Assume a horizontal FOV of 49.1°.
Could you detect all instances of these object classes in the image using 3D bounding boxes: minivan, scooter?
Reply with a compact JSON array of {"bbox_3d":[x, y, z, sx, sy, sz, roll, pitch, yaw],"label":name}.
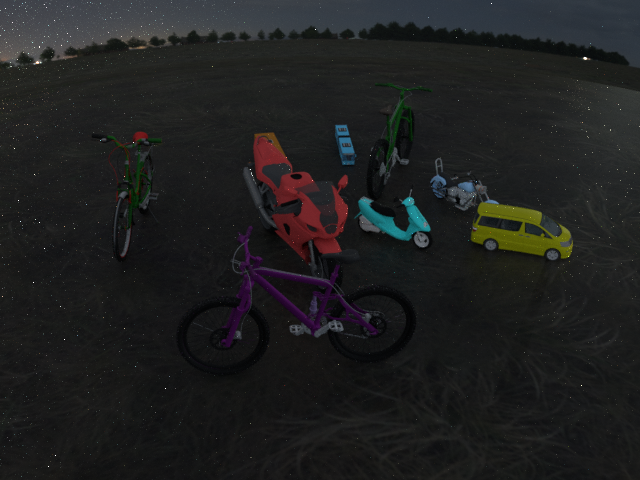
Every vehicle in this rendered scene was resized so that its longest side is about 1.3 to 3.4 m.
[{"bbox_3d":[3.194,-0.152,11.034,1.548,0.616,0.681,10,30,17],"label":"minivan"},{"bbox_3d":[1.177,-0.404,11.178,1.399,0.919,0.662,17,33,28],"label":"scooter"}]

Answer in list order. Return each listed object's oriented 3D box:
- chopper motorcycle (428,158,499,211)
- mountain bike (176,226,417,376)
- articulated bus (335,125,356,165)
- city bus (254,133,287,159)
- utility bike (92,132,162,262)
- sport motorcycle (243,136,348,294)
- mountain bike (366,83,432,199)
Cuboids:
[{"bbox_3d":[2.533,-0.854,12.165,0.466,0.761,1.563,-20,35,-33],"label":"chopper motorcycle"},{"bbox_3d":[-0.255,0.807,8.161,2.857,1.688,1.114,-4,29,-7],"label":"mountain bike"},{"bbox_3d":[0.517,-2.032,14.811,0.311,0.289,1.749,-2,29,-3],"label":"articulated bus"},{"bbox_3d":[-0.971,-1.627,13.892,0.476,0.460,1.674,-6,29,-12],"label":"city bus"},{"bbox_3d":[-2.904,-0.948,11.214,1.039,1.839,2.791,-1,29,-1],"label":"utility bike"},{"bbox_3d":[-0.374,-0.439,10.535,0.983,1.596,2.955,-13,31,-22],"label":"sport motorcycle"},{"bbox_3d":[1.386,-1.936,13.178,1.114,1.688,2.857,11,30,19],"label":"mountain bike"}]
